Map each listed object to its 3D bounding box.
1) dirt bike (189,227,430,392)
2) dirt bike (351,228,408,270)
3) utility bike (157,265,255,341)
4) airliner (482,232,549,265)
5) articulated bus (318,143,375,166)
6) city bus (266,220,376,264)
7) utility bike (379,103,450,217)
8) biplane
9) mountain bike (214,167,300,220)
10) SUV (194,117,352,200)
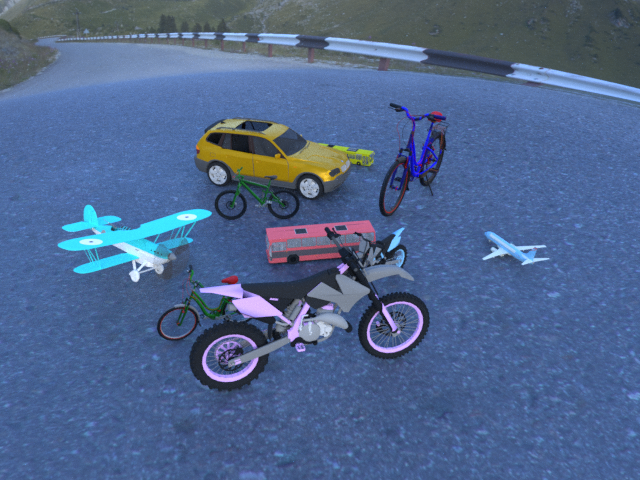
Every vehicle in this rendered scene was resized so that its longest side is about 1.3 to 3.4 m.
[{"bbox_3d":[-0.065,0.835,8.007,2.903,1.666,1.024,-8,28,-15],"label":"dirt bike"},{"bbox_3d":[0.791,0.285,9.984,0.527,0.857,1.493,23,35,38],"label":"dirt bike"},{"bbox_3d":[-1.363,0.803,8.866,1.435,0.946,0.535,-12,29,-23],"label":"utility bike"},{"bbox_3d":[2.963,0.048,10.924,1.161,0.429,1.307,-10,29,-20],"label":"airliner"},{"bbox_3d":[0.299,-1.836,14.789,1.749,0.289,0.311,11,29,21],"label":"articulated bus"},{"bbox_3d":[0.006,0.044,10.898,1.674,0.460,0.476,-5,27,-9],"label":"city bus"},{"bbox_3d":[1.831,-1.563,12.539,1.039,1.839,2.791,15,31,28],"label":"utility bike"},{"bbox_3d":[-2.837,-0.016,10.440,2.120,0.981,2.598,19,33,33],"label":"biplane"},{"bbox_3d":[-1.083,-0.751,12.013,1.469,0.868,0.573,-1,27,-2],"label":"mountain bike"},{"bbox_3d":[-0.917,-1.642,13.481,3.058,1.128,1.276,9,28,18],"label":"SUV"}]
